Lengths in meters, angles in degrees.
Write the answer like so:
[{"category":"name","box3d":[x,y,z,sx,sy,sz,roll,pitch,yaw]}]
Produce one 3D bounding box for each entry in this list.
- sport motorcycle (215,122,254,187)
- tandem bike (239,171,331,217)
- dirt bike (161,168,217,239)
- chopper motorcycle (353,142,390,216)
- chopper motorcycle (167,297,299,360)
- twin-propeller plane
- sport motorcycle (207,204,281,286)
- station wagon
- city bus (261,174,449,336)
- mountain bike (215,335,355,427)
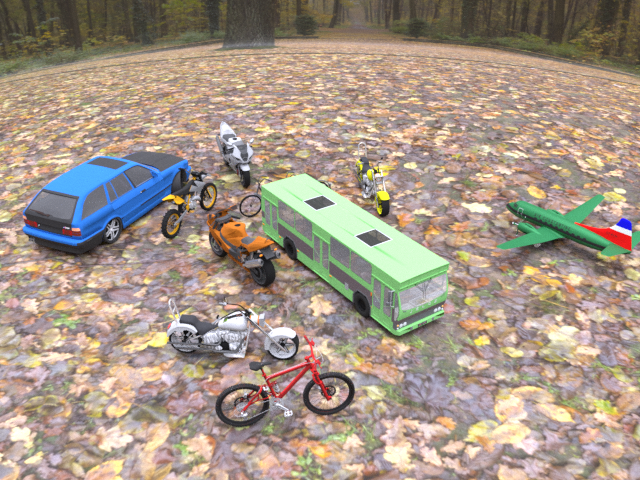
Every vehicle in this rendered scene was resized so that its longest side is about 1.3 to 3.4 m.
[{"category":"sport motorcycle","box3d":[-1.534,-1.557,12.678,0.506,0.821,1.520,-11,32,-19]},{"category":"tandem bike","box3d":[-0.555,-0.801,11.494,1.642,0.682,0.283,-13,32,-22]},{"category":"dirt bike","box3d":[-2.064,-0.650,11.053,0.527,0.857,1.493,13,32,22]},{"category":"chopper motorcycle","box3d":[0.886,-1.037,11.827,0.466,0.761,1.563,-7,30,-11]},{"category":"chopper motorcycle","box3d":[-1.028,1.043,8.183,1.563,0.761,0.466,2,30,3]},{"category":"twin-propeller plane","box3d":[3.674,-0.282,10.474,2.663,0.792,2.129,-22,37,-34]},{"category":"sport motorcycle","box3d":[-1.122,0.070,9.827,0.506,0.821,1.520,-24,37,-35]},{"category":"station wagon","box3d":[-3.334,-0.862,11.359,1.327,0.920,3.105,12,32,21]},{"category":"city bus","box3d":[0.348,0.115,9.674,0.926,0.894,3.255,-19,35,-29]},{"category":"mountain bike","box3d":[-0.352,1.530,7.221,1.469,0.868,0.573,-6,30,-10]}]
